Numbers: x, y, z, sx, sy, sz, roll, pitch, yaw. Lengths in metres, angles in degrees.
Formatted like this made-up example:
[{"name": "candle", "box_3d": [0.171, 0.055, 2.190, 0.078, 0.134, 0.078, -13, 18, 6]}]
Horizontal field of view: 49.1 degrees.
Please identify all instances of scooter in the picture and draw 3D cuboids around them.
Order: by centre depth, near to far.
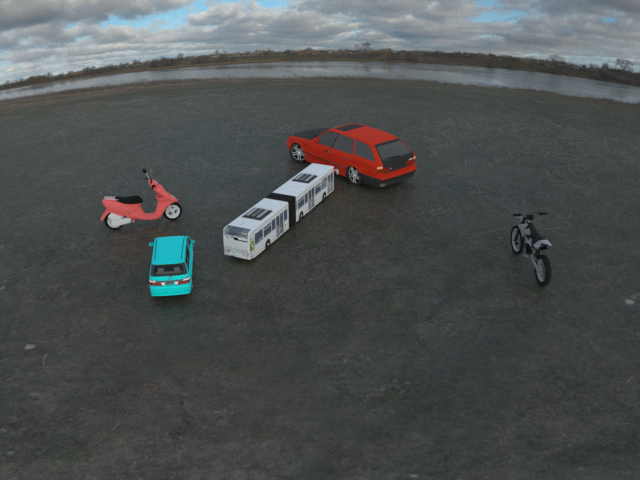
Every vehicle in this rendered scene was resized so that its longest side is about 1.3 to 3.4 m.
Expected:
[{"name": "scooter", "box_3d": [-3.094, -0.683, 12.075, 1.399, 0.919, 0.662, -11, 28, -21]}]

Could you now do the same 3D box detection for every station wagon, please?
[{"name": "station wagon", "box_3d": [0.578, -1.947, 14.723, 1.327, 0.920, 3.105, -20, 32, -35]}]

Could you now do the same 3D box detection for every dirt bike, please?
[{"name": "dirt bike", "box_3d": [3.195, 0.048, 10.616, 0.527, 0.857, 1.493, -3, 26, -6]}]

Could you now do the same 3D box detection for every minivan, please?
[{"name": "minivan", "box_3d": [-2.203, 0.279, 10.412, 0.681, 0.616, 1.548, -4, 26, -8]}]

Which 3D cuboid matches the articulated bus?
[{"name": "articulated bus", "box_3d": [-0.608, -0.582, 12.279, 0.605, 0.561, 3.401, 11, 28, 22]}]
